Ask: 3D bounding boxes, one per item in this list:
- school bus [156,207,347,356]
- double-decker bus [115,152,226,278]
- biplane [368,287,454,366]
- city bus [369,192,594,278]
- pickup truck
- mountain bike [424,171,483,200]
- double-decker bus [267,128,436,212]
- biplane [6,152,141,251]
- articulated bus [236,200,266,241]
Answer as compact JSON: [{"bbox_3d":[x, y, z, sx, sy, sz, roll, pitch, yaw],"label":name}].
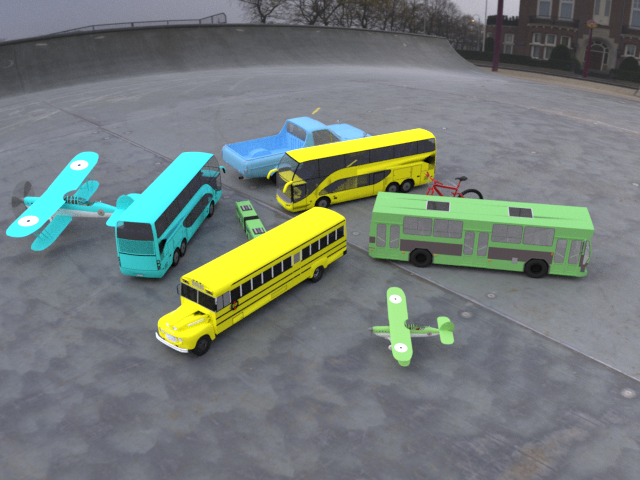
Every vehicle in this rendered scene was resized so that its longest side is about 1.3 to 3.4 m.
[{"bbox_3d":[-0.867,0.489,9.787,0.709,0.844,3.322,20,34,33],"label":"school bus"},{"bbox_3d":[-2.375,-0.533,11.525,0.756,1.052,3.251,5,28,9],"label":"double-decker bus"},{"bbox_3d":[1.152,1.161,8.865,1.090,0.504,1.336,0,28,1],"label":"biplane"},{"bbox_3d":[2.422,-0.071,10.807,3.255,0.894,0.926,5,28,10],"label":"city bus"},{"bbox_3d":[-0.393,-1.901,14.213,3.117,0.993,1.244,-16,32,-28],"label":"pickup truck"},{"bbox_3d":[2.171,-0.707,12.056,1.469,0.868,0.573,-9,29,-16],"label":"mountain bike"},{"bbox_3d":[0.662,-1.297,12.991,3.251,1.052,0.756,-13,30,-24],"label":"double-decker bus"},{"bbox_3d":[-4.034,-0.531,11.598,2.120,0.981,2.598,5,28,9],"label":"biplane"},{"bbox_3d":[-1.120,-0.211,11.731,0.311,0.289,1.749,-8,29,-16],"label":"articulated bus"}]
